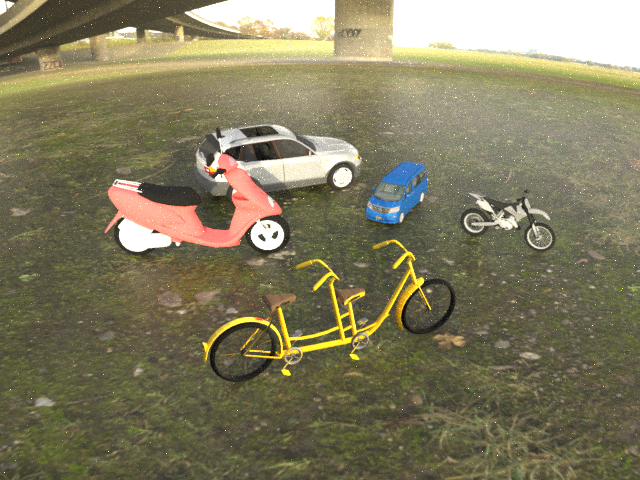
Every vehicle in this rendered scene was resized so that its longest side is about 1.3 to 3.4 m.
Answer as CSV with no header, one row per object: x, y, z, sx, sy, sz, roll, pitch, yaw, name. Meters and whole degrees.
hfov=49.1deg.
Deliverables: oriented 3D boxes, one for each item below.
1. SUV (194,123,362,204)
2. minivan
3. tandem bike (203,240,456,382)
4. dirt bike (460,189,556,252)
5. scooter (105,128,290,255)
-0.739,-1.495,12.678,3.058,1.128,1.276,-11,29,-20,SUV
1.324,-0.810,11.903,0.681,0.616,1.548,14,30,25,minivan
0.205,0.790,7.999,3.192,1.326,0.550,-11,29,-20,tandem bike
2.879,-0.333,10.706,1.493,0.857,0.527,16,31,28,dirt bike
-1.804,-0.587,10.182,2.721,1.786,1.288,-1,27,-1,scooter
